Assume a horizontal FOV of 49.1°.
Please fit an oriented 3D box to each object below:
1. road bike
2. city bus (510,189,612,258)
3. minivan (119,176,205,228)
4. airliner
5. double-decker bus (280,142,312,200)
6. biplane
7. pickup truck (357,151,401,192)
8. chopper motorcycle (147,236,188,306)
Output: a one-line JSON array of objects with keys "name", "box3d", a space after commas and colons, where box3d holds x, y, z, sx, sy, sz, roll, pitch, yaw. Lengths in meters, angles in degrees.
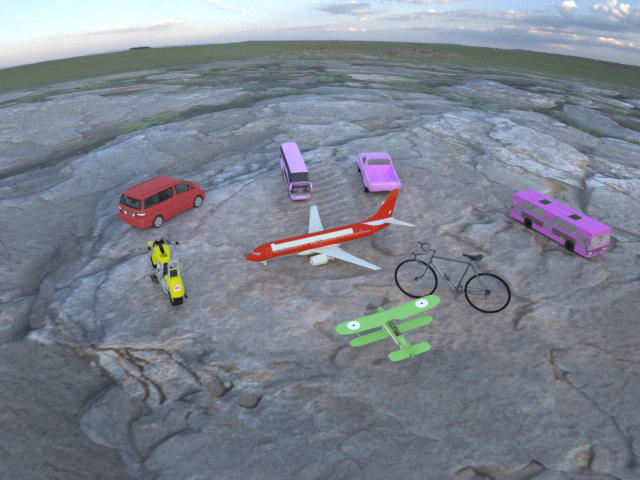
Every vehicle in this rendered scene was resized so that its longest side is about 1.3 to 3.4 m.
[{"name": "road bike", "box3d": [1.722, 0.494, 9.142, 1.545, 0.852, 0.358, 11, 30, 19]}, {"name": "city bus", "box3d": [3.736, -0.269, 10.996, 0.476, 0.460, 1.674, -15, 31, -25]}, {"name": "minivan", "box3d": [-2.601, -0.712, 11.665, 0.681, 0.616, 1.548, 18, 33, 30]}, {"name": "airliner", "box3d": [0.091, -0.187, 10.441, 2.541, 0.835, 2.257, -12, 30, -21]}, {"name": "double-decker bus", "box3d": [-0.466, -1.254, 12.765, 0.389, 0.541, 1.672, -5, 28, -9]}, {"name": "biplane", "box3d": [0.873, 1.096, 8.377, 1.336, 0.504, 1.090, -9, 29, -16]}, {"name": "pickup truck", "box3d": [1.068, -1.295, 12.875, 0.640, 0.511, 1.603, -2, 28, -4]}, {"name": "chopper motorcycle", "box3d": [-2.142, 0.300, 9.603, 0.466, 0.761, 1.563, -12, 30, -21]}]
